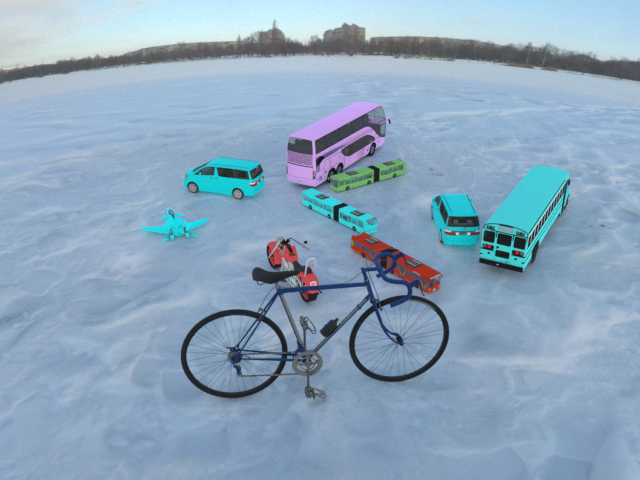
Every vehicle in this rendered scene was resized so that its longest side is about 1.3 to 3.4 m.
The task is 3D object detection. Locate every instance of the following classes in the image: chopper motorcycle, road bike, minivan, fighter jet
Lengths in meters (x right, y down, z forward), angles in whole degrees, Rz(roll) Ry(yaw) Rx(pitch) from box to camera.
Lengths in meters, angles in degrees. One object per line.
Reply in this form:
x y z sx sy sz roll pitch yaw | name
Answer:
-0.415 0.297 10.000 0.466 0.761 1.563 -12 29 -23 | chopper motorcycle
-0.016 0.966 7.643 3.004 1.656 0.697 -4 27 -8 | road bike
-1.831 -1.208 13.201 1.548 0.616 0.681 9 28 17 | minivan
-2.491 -0.382 11.905 1.147 0.286 1.358 -9 28 -17 | fighter jet
2.238 -0.436 11.642 0.681 0.616 1.548 0 26 0 | minivan

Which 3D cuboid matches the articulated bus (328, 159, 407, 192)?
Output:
0.955 -1.274 13.702 1.749 0.289 0.311 -17 31 -31 | articulated bus

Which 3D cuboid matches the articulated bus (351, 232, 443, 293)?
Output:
1.109 0.313 10.499 0.311 0.289 1.749 -19 32 -33 | articulated bus

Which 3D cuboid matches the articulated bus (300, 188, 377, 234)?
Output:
0.308 -0.507 12.155 0.311 0.289 1.749 -20 33 -35 | articulated bus

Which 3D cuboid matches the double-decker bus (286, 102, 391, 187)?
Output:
0.428 -2.038 14.385 0.756 1.052 3.251 15 30 27 | double-decker bus

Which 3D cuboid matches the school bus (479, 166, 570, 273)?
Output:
3.455 -0.465 11.445 0.709 0.844 3.322 14 30 26 | school bus
